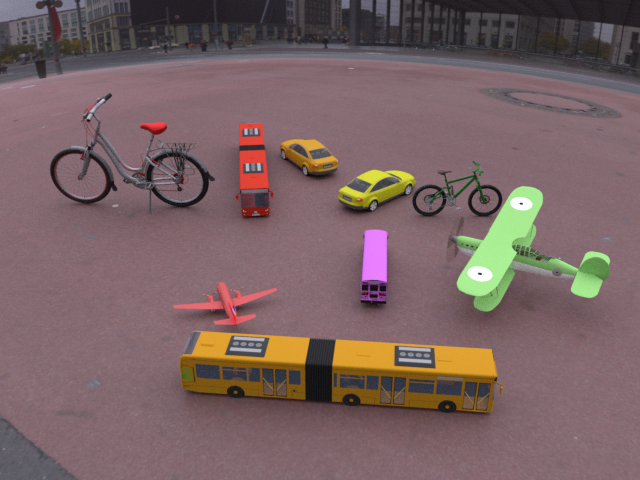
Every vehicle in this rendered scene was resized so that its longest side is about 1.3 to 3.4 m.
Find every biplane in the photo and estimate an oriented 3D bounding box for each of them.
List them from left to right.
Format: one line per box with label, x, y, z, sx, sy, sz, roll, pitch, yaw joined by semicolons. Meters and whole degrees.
biplane;2.711;0.271;9.313;2.120;0.981;2.598;15;32;26

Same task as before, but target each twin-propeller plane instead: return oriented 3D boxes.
twin-propeller plane;-1.190;0.768;8.997;1.370;0.407;1.095;-9;30;-16

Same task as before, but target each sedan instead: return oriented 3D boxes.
sedan;-0.235;-1.670;13.426;0.635;0.483;1.613;-15;32;-25
sedan;1.009;-0.942;12.078;1.613;0.483;0.635;-25;37;-38

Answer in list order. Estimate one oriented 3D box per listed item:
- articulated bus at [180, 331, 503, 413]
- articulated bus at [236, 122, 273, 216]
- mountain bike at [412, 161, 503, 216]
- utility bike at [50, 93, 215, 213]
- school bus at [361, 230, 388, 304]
articulated bus;0.200;1.426;7.618;3.401;0.561;0.605;3;29;5
articulated bus;-1.231;-1.382;12.811;0.605;0.561;3.401;-3;29;-5
mountain bike;2.245;-0.780;11.375;1.469;0.868;0.573;0;28;1
utility bike;-3.132;-1.331;11.374;2.791;1.839;1.039;2;28;4
school bus;0.770;0.308;9.819;0.365;0.434;1.708;2;28;4
